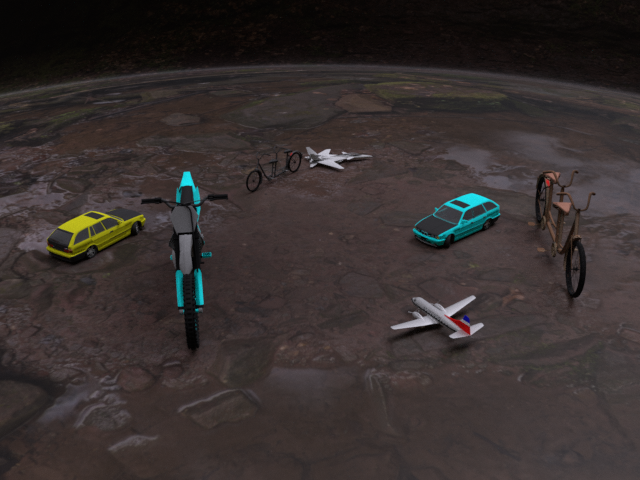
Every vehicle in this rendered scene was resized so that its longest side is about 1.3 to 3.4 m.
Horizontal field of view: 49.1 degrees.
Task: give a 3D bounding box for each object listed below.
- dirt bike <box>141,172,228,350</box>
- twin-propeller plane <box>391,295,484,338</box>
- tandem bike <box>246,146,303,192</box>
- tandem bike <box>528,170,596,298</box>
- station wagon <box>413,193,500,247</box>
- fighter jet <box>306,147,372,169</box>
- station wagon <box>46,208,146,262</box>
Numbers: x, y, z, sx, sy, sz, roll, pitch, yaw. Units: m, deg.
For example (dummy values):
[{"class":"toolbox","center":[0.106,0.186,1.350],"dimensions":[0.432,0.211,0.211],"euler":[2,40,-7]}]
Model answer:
[{"class":"dirt bike","center":[-1.667,0.073,9.010],"dimensions":[1.024,1.666,2.903],"euler":[-4,27,-8]},{"class":"twin-propeller plane","center":[1.498,0.914,8.741],"dimensions":[1.370,0.407,1.095],"euler":[-16,31,-29]},{"class":"tandem bike","center":[-0.832,-1.415,13.047],"dimensions":[0.283,0.682,1.642],"euler":[18,32,32]},{"class":"tandem bike","center":[3.533,-0.392,10.307],"dimensions":[0.550,1.326,3.192],"euler":[2,27,5]},{"class":"station wagon","center":[2.190,-0.356,11.181],"dimensions":[1.597,0.473,0.682],"euler":[-21,34,-36]},{"class":"fighter jet","center":[0.405,-1.711,14.070],"dimensions":[1.358,0.286,1.147],"euler":[-6,27,-11]},{"class":"station wagon","center":[-3.433,-0.181,10.834],"dimensions":[0.682,0.473,1.597],"euler":[15,31,28]}]
